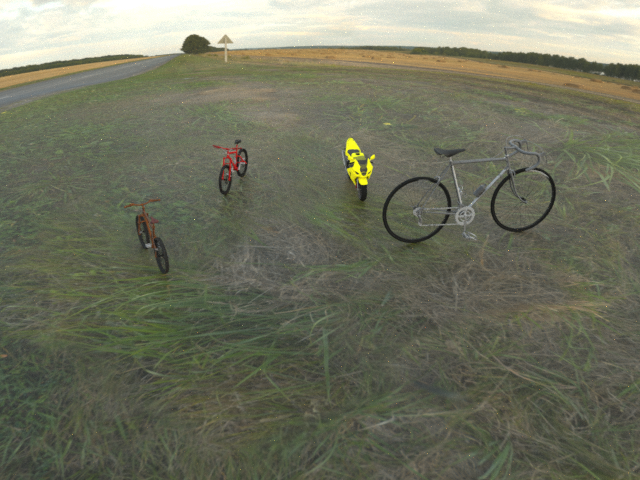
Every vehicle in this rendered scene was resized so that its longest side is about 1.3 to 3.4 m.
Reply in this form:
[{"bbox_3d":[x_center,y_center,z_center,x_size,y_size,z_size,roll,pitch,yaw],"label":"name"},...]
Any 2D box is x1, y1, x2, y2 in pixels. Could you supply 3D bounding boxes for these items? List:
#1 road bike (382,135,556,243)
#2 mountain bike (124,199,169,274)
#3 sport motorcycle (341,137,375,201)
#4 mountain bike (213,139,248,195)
[{"bbox_3d":[2.453,-0.784,11.249,3.004,1.656,0.696,-6,28,-11],"label":"road bike"},{"bbox_3d":[-2.602,-0.086,10.757,0.573,0.868,1.469,-15,31,-26],"label":"mountain bike"},{"bbox_3d":[0.701,-1.352,13.253,0.506,0.821,1.520,-4,28,-7],"label":"sport motorcycle"},{"bbox_3d":[-1.661,-1.469,13.427,0.573,0.868,1.469,7,28,13],"label":"mountain bike"}]
